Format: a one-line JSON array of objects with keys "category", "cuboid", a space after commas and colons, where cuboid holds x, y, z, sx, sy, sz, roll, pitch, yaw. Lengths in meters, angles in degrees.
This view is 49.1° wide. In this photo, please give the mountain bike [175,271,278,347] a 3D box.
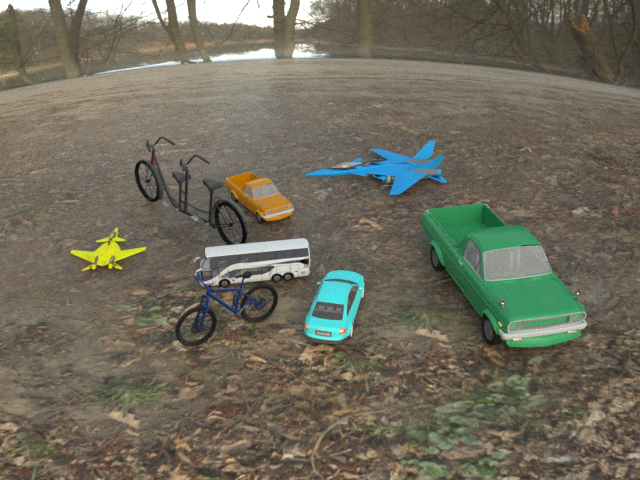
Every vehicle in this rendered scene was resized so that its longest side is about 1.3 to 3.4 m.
[{"category": "mountain bike", "cuboid": [-1.178, 0.825, 8.940, 1.469, 0.868, 0.573, -18, 34, -30]}]

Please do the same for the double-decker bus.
[{"category": "double-decker bus", "cuboid": [-0.976, 0.333, 10.175, 1.672, 0.541, 0.389, -5, 29, -10]}]

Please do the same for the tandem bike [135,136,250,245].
[{"category": "tandem bike", "cuboid": [-2.208, -0.864, 11.538, 0.550, 1.326, 3.192, -26, 38, -38]}]

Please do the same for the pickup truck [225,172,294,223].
[{"category": "pickup truck", "cuboid": [-1.090, -0.820, 12.306, 0.640, 0.511, 1.603, -17, 33, -28]}]

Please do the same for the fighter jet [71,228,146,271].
[{"category": "fighter jet", "cuboid": [-3.304, 0.042, 10.968, 1.147, 0.286, 1.358, -2, 29, -4]}]

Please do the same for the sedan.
[{"category": "sedan", "cuboid": [0.218, 0.804, 9.377, 0.635, 0.483, 1.613, 6, 29, 11]}]

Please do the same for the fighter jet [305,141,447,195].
[{"category": "fighter jet", "cuboid": [1.025, -1.457, 13.417, 2.640, 0.557, 2.229, -3, 29, -5]}]

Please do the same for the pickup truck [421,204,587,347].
[{"category": "pickup truck", "cuboid": [2.442, 0.295, 9.773, 1.244, 0.993, 3.117, -6, 29, -11]}]
